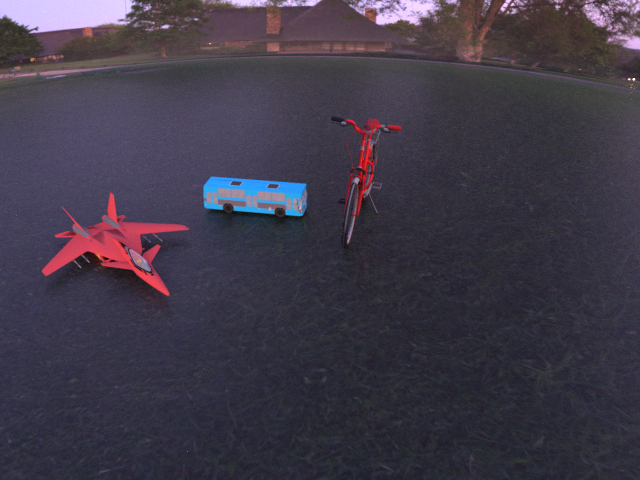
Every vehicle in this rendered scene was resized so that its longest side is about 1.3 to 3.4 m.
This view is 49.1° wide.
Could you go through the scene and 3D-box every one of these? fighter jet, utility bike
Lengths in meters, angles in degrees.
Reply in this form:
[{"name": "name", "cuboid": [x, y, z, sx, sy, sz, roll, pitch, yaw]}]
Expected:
[{"name": "fighter jet", "cuboid": [-2.815, 0.087, 10.064, 2.229, 0.557, 2.640, -21, 35, -33]}, {"name": "utility bike", "cuboid": [0.742, -1.123, 10.954, 1.039, 1.839, 2.791, 6, 29, 10]}]

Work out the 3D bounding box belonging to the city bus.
[{"name": "city bus", "cuboid": [-1.070, -0.707, 11.635, 1.674, 0.460, 0.476, 5, 29, 9]}]
